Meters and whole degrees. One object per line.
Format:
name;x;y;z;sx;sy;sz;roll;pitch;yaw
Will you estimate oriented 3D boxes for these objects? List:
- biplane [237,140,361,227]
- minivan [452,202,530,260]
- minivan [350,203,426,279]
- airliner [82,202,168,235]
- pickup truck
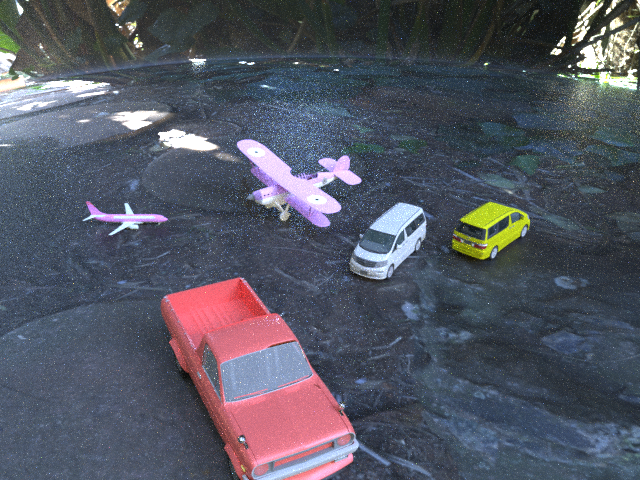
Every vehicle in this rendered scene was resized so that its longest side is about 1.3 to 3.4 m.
biplane;-0.304;-0.922;11.738;2.120;0.981;2.598;-20;34;-33
minivan;2.684;-0.225;10.823;0.681;0.616;1.548;23;36;36
minivan;1.027;0.005;10.393;0.681;0.616;1.548;16;32;28
airliner;-3.153;-0.439;11.420;1.307;0.429;1.161;-1;28;-1
pickup truck;-0.786;1.323;7.533;1.244;0.993;3.117;-13;31;-23
